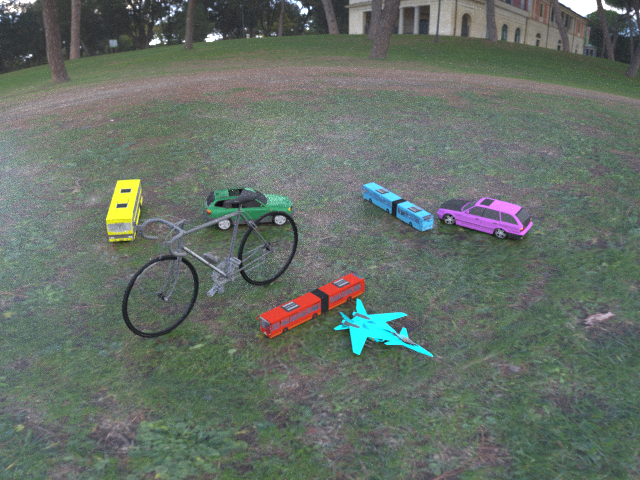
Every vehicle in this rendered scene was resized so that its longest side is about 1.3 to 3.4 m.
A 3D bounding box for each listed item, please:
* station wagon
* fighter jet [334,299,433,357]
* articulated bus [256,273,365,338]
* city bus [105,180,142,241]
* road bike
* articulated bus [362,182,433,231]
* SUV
[{"bbox_3d":[2.829,-0.453,12.088,1.597,0.473,0.682,17,32,29],"label":"station wagon"},{"bbox_3d":[0.896,1.195,9.173,1.358,0.286,1.147,20,34,33],"label":"fighter jet"},{"bbox_3d":[-0.087,0.889,9.749,1.749,0.289,0.311,-22,35,-35],"label":"articulated bus"},{"bbox_3d":[-3.396,-0.520,12.230,0.476,0.460,1.674,-4,28,-7],"label":"city bus"},{"bbox_3d":[-1.403,0.213,9.565,3.004,1.656,0.697,-25,37,-39],"label":"road bike"},{"bbox_3d":[1.370,-0.615,12.592,0.311,0.289,1.749,-17,32,-29],"label":"articulated bus"},{"bbox_3d":[-1.247,-0.600,12.252,1.572,0.580,0.656,-5,28,-9],"label":"SUV"}]
